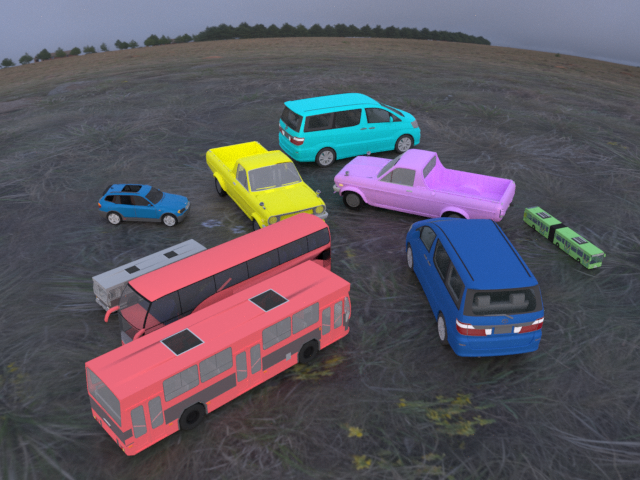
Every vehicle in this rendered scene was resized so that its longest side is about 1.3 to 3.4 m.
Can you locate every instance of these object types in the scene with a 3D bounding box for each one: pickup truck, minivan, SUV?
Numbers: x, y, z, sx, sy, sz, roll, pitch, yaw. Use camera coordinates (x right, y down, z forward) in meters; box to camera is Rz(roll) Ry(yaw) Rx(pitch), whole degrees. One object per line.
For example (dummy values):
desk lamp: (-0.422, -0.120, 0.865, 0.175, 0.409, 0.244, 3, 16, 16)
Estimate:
pickup truck: (-1.030, -1.060, 12.486, 1.244, 0.993, 3.117, -14, 32, -23)
minivan: (2.038, 0.374, 9.721, 1.324, 1.197, 3.011, -3, 29, -6)
SUV: (-3.053, -0.639, 12.157, 1.572, 0.580, 0.656, 2, 29, 4)
pickup truck: (1.815, -0.988, 12.358, 3.117, 0.993, 1.244, 13, 32, 22)
minivan: (0.669, -2.408, 14.679, 3.011, 1.197, 1.324, -12, 32, -21)

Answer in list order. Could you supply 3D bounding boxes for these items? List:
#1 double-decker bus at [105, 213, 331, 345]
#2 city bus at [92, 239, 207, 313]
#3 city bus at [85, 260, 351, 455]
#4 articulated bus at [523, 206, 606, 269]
double-decker bus: (-1.225, 0.621, 9.429, 3.251, 1.052, 0.756, -23, 37, -35)
city bus: (-2.432, 0.520, 10.214, 1.674, 0.460, 0.476, -24, 37, -36)
city bus: (-1.064, 1.314, 8.356, 3.255, 0.894, 0.926, -24, 37, -36)
articulated bus: (3.944, -0.067, 11.435, 0.311, 0.289, 1.749, -10, 31, -18)
